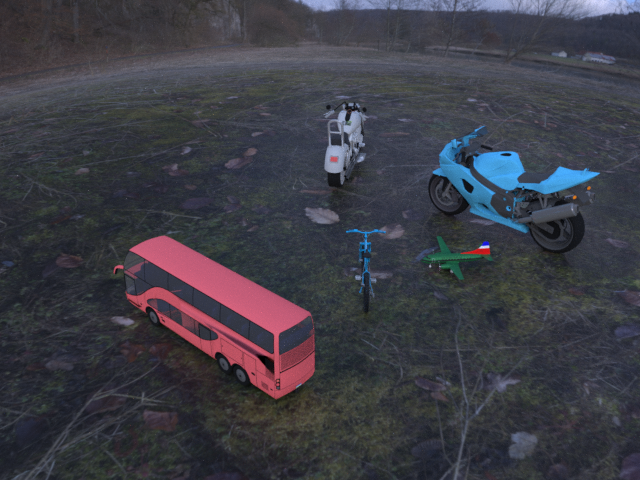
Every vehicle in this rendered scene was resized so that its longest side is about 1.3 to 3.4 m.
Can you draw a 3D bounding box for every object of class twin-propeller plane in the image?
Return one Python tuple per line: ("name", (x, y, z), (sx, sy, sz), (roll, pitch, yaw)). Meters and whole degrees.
("twin-propeller plane", (2.103, 0.228, 10.837), (1.095, 0.407, 1.370), (-3, 28, -5))

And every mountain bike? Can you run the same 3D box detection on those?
("mountain bike", (0.657, 0.377, 10.069), (0.573, 0.868, 1.469), (1, 28, 1))

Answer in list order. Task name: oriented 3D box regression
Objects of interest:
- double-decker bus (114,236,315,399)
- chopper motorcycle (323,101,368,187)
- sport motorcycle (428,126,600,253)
("double-decker bus", (-1.418, 0.863, 8.963), (3.251, 1.052, 0.756), (24, 36, 37))
("chopper motorcycle", (0.559, -2.144, 14.138), (0.906, 1.480, 3.040), (6, 29, 10))
("sport motorcycle", (3.057, -0.842, 11.577), (2.955, 1.596, 0.983), (24, 36, 37))
